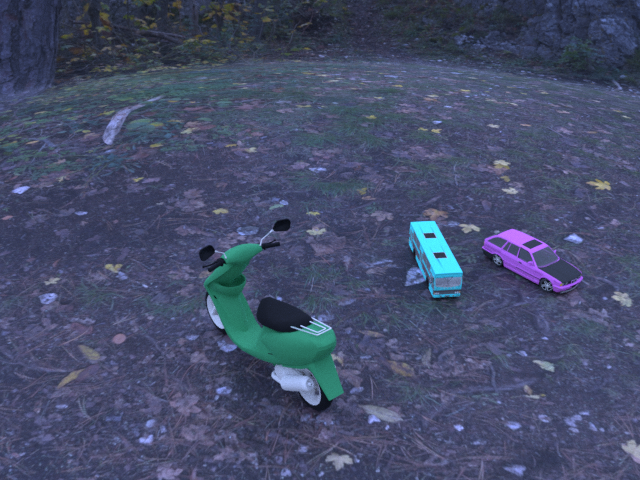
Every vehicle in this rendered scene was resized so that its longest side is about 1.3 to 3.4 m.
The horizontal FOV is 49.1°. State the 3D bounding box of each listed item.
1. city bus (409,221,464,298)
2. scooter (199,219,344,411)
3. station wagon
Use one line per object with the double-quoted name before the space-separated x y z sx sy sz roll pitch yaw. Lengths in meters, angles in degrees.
"city bus" 1.756 0.285 10.809 0.476 0.460 1.674 -3 28 -5
"scooter" -0.673 0.816 8.426 1.288 1.786 2.721 -21 35 -34
"station wagon" 3.276 0.278 10.807 0.682 0.473 1.597 -19 34 -31
